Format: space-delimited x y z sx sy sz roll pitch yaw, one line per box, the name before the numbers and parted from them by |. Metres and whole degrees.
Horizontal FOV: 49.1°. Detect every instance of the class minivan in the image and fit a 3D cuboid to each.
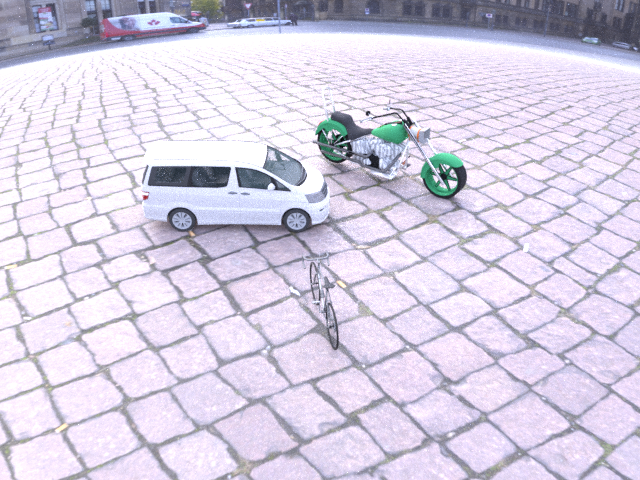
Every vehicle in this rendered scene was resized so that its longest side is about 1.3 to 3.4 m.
minivan | -1.341 -0.923 11.377 3.011 1.197 1.324 0 31 0

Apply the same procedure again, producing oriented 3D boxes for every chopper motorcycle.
chopper motorcycle | 1.206 -1.755 12.466 3.040 1.480 0.906 20 37 29

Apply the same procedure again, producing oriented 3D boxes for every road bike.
road bike | 0.042 0.722 9.018 0.358 0.852 1.545 -7 32 -11
